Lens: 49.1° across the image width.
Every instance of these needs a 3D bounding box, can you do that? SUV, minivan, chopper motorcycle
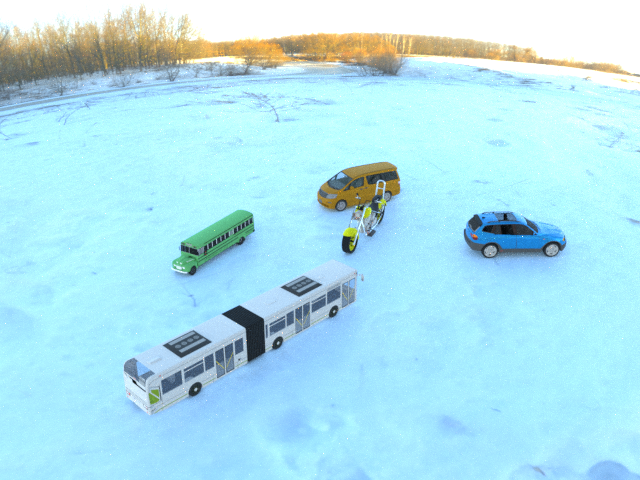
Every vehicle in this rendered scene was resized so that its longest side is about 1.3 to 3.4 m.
[{"bbox_3d":[3.070,-0.116,11.019,1.572,0.580,0.656,-1,26,-2],"label":"SUV"},{"bbox_3d":[0.702,-0.995,12.776,1.548,0.616,0.681,-12,29,-23],"label":"minivan"},{"bbox_3d":[0.727,-0.390,11.373,0.466,0.761,1.563,12,29,23],"label":"chopper motorcycle"}]

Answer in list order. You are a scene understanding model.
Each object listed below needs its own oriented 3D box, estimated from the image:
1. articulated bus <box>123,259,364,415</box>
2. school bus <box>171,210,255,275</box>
[{"bbox_3d":[-0.796,1.078,8.601,0.605,0.561,3.401,23,34,39],"label":"articulated bus"},{"bbox_3d":[-1.654,0.021,10.906,0.365,0.434,1.708,15,30,27],"label":"school bus"}]
